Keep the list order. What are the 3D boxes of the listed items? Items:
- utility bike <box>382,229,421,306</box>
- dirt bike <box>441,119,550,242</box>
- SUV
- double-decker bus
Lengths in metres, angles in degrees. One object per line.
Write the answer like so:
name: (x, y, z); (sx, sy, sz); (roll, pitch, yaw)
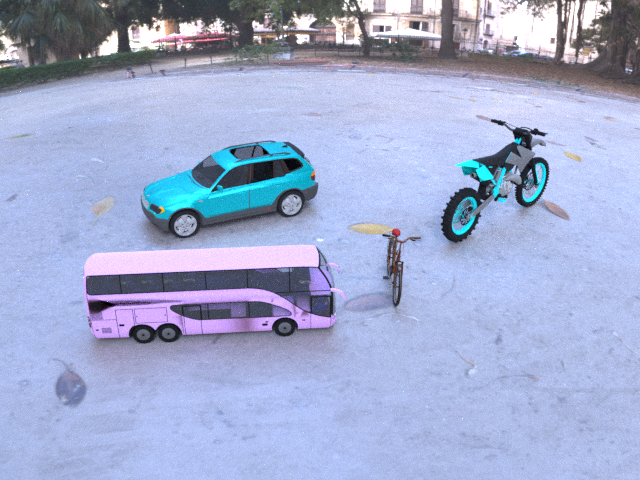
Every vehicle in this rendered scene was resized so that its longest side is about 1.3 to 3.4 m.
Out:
utility bike: (1.114, 0.258, 9.925); (0.535, 0.946, 1.435); (0, 27, 0)
dirt bike: (3.016, -1.050, 11.668); (2.903, 1.666, 1.024); (-22, 35, -36)
SUV: (-1.545, -0.967, 12.092); (3.058, 1.128, 1.276); (-12, 30, -22)
double-decker bus: (-1.319, 0.668, 9.018); (3.251, 1.052, 0.756); (-2, 27, -4)
